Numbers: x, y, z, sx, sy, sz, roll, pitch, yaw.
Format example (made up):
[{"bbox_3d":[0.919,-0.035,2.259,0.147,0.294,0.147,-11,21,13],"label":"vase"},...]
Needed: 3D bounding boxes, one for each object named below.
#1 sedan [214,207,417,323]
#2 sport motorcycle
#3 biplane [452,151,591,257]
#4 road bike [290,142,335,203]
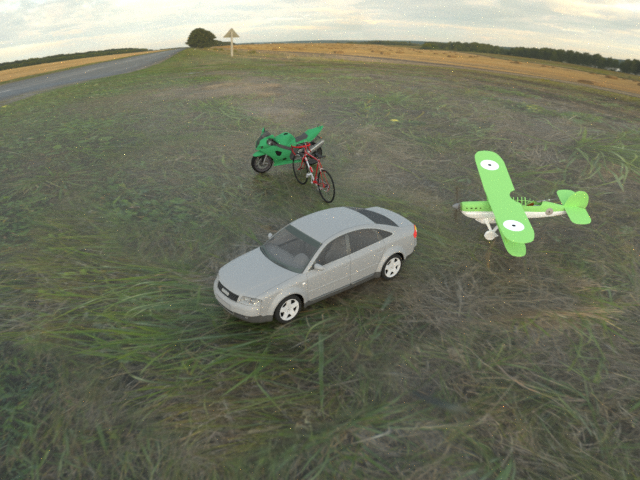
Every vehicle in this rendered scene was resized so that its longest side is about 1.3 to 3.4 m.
[{"bbox_3d":[-0.011,0.189,9.732,3.137,0.940,1.235,-20,34,-33],"label":"sedan"},{"bbox_3d":[-0.628,-1.778,13.619,1.520,0.821,0.506,-12,30,-22],"label":"sport motorcycle"},{"bbox_3d":[3.136,-0.484,10.973,2.120,0.981,2.598,0,28,0],"label":"biplane"},{"bbox_3d":[-0.129,-1.242,12.561,0.358,0.852,1.545,-15,31,-26],"label":"road bike"}]
